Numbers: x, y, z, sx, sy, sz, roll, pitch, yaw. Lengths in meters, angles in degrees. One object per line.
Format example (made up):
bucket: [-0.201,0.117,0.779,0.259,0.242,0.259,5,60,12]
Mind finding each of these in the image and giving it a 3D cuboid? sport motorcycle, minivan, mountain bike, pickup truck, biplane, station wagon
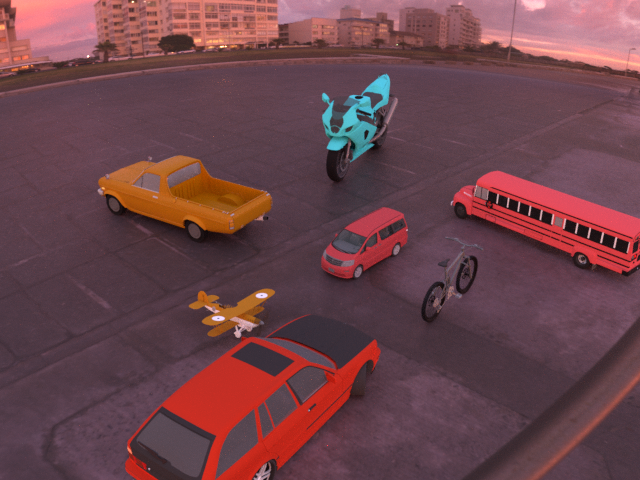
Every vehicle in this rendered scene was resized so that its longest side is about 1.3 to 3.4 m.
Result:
sport motorcycle: [0.797,-2.317,14.129,0.983,1.596,2.955,12,30,22]
minivan: [0.686,0.034,10.664,0.681,0.616,1.548,23,35,37]
mountain bike: [1.787,0.514,9.466,0.573,0.868,1.469,20,34,34]
pickup truck: [-2.348,-0.824,11.907,3.117,0.993,1.244,17,32,29]
biplane: [-1.151,0.928,9.063,1.090,0.504,1.336,16,32,28]
station wagon: [-0.542,1.573,7.368,1.327,0.920,3.105,18,32,31]

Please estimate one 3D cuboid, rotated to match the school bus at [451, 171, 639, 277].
school bus: [3.559,-0.371,11.197,0.709,0.844,3.322,-22,35,-36]
